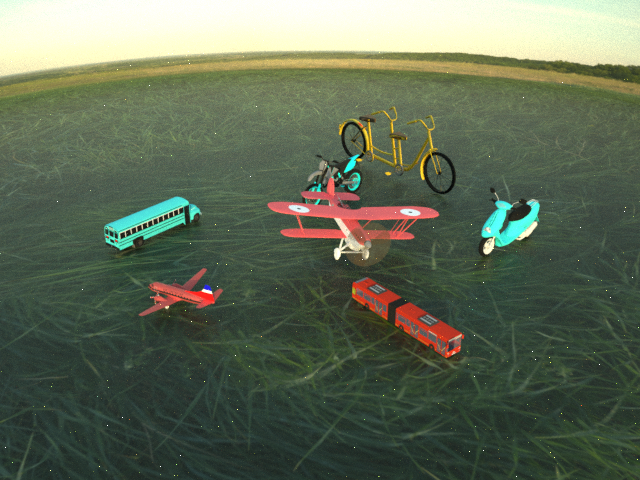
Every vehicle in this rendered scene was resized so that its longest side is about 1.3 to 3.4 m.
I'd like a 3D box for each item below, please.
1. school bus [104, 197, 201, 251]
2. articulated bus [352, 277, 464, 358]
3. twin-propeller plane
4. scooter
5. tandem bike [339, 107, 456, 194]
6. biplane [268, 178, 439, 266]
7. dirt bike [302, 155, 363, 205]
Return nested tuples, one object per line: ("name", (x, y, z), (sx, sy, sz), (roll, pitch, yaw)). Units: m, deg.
("school bus", (-2.612, -0.300, 11.144), (0.365, 0.434, 1.708), (19, 33, 34))
("articulated bus", (1.057, 0.944, 8.818), (0.311, 0.289, 1.749), (-19, 32, -33))
("twin-propeller plane", (-1.844, 0.667, 9.240), (1.095, 0.407, 1.370), (13, 29, 25))
("scooter", (2.907, -0.324, 10.651), (1.399, 0.919, 0.662), (-20, 33, -34))
("tandem bike", (1.392, -1.862, 13.271), (0.550, 1.326, 3.192), (-19, 32, -34))
("biplane", (0.439, -0.330, 10.593), (2.598, 0.981, 2.120), (-7, 27, -14))
("dirt bike", (0.242, -1.067, 12.206), (0.527, 0.857, 1.493), (24, 35, 39))
